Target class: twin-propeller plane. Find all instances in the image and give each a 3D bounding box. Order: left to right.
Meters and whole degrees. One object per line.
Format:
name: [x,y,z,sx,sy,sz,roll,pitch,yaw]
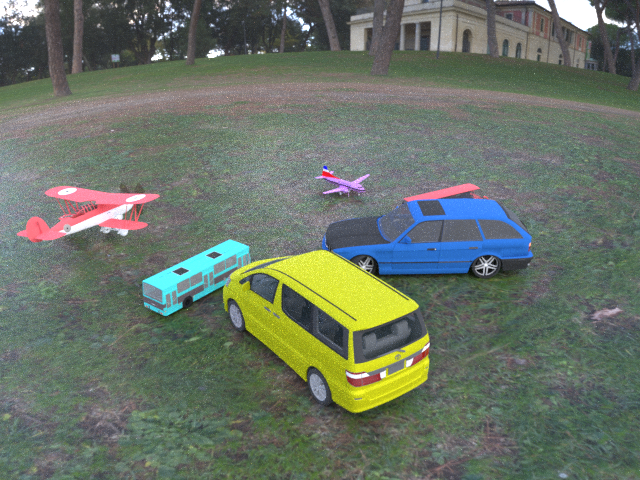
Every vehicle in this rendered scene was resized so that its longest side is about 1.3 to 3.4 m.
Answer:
twin-propeller plane: [0.445,-1.135,13.467,1.095,0.407,1.370,21,32,37]

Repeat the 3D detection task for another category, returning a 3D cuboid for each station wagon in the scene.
station wagon: [1.583,-0.076,10.606,3.105,0.920,1.327,-1,25,-2]

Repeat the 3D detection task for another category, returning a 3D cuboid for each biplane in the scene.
biplane: [-3.740,-0.374,11.170,2.598,0.981,2.120,16,30,31]

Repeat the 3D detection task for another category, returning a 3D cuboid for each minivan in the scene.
minivan: [-0.061,0.823,8.366,1.324,1.197,3.011,-17,30,-32]

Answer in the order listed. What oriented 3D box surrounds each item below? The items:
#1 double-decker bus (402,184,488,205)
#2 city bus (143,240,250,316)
double-decker bus: [2.159,-0.589,12.147,1.672,0.541,0.389,-14,29,-27]
city bus: [-1.698,0.526,9.866,0.476,0.460,1.674,18,31,34]
